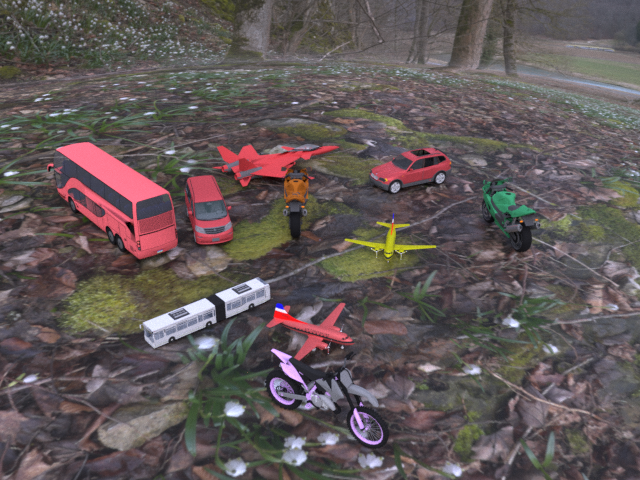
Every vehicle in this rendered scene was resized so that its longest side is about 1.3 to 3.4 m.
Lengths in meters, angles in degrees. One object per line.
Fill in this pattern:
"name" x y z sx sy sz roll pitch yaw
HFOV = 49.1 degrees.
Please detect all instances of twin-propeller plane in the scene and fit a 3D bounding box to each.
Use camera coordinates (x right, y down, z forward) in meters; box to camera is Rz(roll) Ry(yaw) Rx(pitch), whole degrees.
"twin-propeller plane" -0.083 1.052 8.490 1.095 0.407 1.370 13 30 23
"twin-propeller plane" 1.066 -0.025 10.559 1.370 0.407 1.095 4 28 8

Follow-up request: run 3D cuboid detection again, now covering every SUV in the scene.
"SUV" 1.666 -1.314 12.847 1.572 0.580 0.656 -13 30 -23

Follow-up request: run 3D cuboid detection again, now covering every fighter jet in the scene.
"fighter jet" -0.668 -1.699 13.613 2.640 0.557 2.229 -19 33 -32

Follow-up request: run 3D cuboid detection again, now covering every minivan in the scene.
"minivan" -1.802 -0.490 11.227 0.681 0.616 1.548 -8 28 -15

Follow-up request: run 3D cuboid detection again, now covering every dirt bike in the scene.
"dirt bike" 0.047 1.542 7.061 1.493 0.857 0.527 17 32 30

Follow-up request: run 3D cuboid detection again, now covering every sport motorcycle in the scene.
"sport motorcycle" 2.902 -0.427 10.882 0.506 0.821 1.520 -6 28 -12
"sport motorcycle" -0.387 -0.658 11.327 0.506 0.821 1.520 0 27 0

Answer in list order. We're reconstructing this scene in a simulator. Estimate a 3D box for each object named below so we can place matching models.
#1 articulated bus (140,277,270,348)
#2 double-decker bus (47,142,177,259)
"articulated bus" -1.413 0.904 8.903 1.749 0.289 0.311 -21 34 -34
"double-decker bus" -3.376 -0.721 11.199 0.756 1.052 3.251 -21 34 -35
